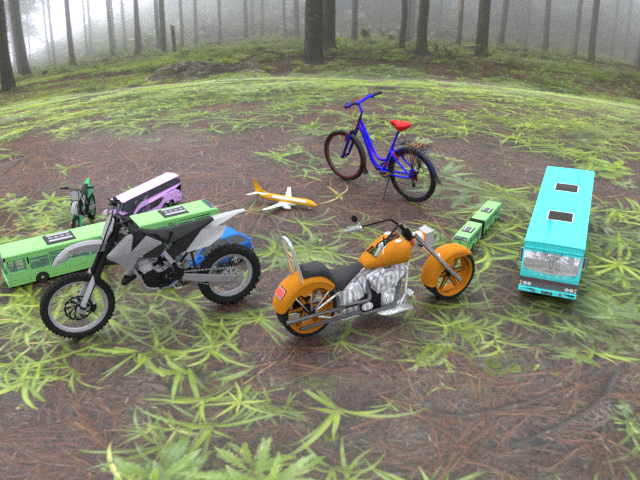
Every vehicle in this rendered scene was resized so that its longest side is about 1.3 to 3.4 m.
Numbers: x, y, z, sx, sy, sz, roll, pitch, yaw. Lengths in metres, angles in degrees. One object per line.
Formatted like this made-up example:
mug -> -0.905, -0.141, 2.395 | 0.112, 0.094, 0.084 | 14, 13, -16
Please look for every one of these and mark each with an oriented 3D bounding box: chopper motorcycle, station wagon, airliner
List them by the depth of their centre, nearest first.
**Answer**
chopper motorcycle -> 0.795, 0.357, 9.149 | 3.040, 1.480, 0.906 | -13, 29, -25
station wagon -> -1.802, 0.187, 10.657 | 1.597, 0.473, 0.682 | -21, 33, -37
airliner -> -0.660, -0.835, 12.824 | 1.307, 0.429, 1.161 | 10, 27, 19

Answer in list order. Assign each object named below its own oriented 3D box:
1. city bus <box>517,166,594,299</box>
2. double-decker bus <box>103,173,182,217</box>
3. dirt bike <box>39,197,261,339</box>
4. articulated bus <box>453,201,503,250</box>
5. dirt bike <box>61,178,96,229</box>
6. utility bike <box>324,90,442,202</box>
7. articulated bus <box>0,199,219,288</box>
city bus -> 3.743, -0.188, 10.949 | 0.926, 0.894, 3.255 | 10, 27, 19
double-decker bus -> -3.096, -0.687, 12.389 | 0.389, 0.541, 1.672 | 13, 29, 26
dirt bike -> -2.134, 0.318, 9.014 | 2.903, 1.666, 1.024 | -12, 28, -23
articulated bus -> 2.653, -0.239, 11.752 | 0.311, 0.289, 1.749 | 14, 29, 27
dirt bike -> -3.980, -0.554, 11.751 | 0.527, 0.857, 1.493 | -2, 26, -4
utility bike -> 1.050, -1.732, 13.061 | 2.791, 1.839, 1.039 | 22, 33, 38
articulated bus -> -3.206, 0.005, 10.934 | 3.401, 0.561, 0.605 | -16, 30, -29
